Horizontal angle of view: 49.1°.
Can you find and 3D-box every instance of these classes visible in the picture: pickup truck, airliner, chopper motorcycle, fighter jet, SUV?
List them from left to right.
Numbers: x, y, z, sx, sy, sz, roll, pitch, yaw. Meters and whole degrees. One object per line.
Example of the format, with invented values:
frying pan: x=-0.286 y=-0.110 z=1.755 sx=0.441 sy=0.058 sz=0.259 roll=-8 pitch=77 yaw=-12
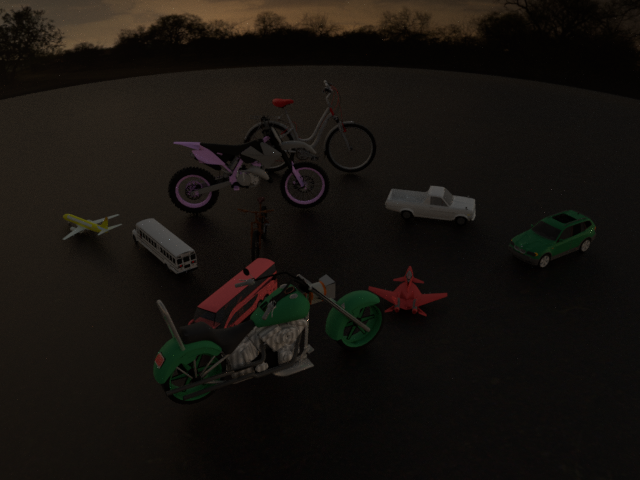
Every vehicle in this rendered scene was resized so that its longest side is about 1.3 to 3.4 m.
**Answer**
airliner: x=-4.034 y=-0.354 z=12.047 sx=1.307 sy=0.429 sz=1.161 roll=19 pitch=33 yaw=31
chopper motorcycle: x=-0.518 y=0.999 z=8.377 sx=3.040 sy=1.480 sz=0.906 roll=-15 pitch=31 yaw=-26
fighter jet: x=1.302 y=0.642 z=10.323 sx=1.147 sy=0.286 sz=1.358 roll=4 pitch=28 yaw=8
pickup truck: x=1.990 y=-0.670 z=12.555 sx=1.603 sy=0.511 sz=0.640 roll=7 pitch=29 yaw=13
SUV: x=3.778 y=-0.060 z=11.332 sx=1.572 sy=0.580 sz=0.656 roll=-17 pitch=32 yaw=-28

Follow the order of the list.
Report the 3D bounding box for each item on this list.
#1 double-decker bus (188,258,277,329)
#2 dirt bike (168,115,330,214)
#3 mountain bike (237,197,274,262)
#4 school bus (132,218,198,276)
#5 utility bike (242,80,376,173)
double-decker bus: x=-1.156 y=0.844 z=9.671 sx=0.389 sy=0.541 sz=1.672 roll=14 pitch=31 yaw=25
dirt bike: x=-1.268 y=-1.276 z=12.464 sx=2.903 sy=1.666 sz=1.024 roll=-3 pitch=28 yaw=-5
mountain bike: x=-0.985 y=-0.217 z=11.321 sx=0.573 sy=0.868 sz=1.469 roll=2 pitch=28 yaw=3
school bus: x=-2.541 y=0.065 z=11.251 sx=0.365 sy=0.434 sz=1.708 roll=-20 pitch=34 yaw=-33
utility bike: x=-0.246 y=-2.280 z=14.172 sx=2.791 sy=1.839 sz=1.039 roll=1 pitch=28 yaw=2
